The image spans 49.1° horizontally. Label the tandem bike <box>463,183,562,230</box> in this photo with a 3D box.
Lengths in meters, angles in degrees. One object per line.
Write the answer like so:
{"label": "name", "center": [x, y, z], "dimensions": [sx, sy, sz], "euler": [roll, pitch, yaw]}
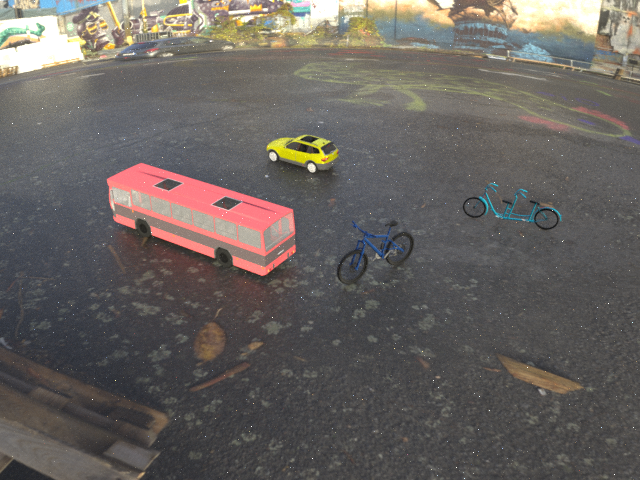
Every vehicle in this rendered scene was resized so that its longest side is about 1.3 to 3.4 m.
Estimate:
{"label": "tandem bike", "center": [3.262, -0.573, 11.888], "dimensions": [1.642, 0.682, 0.283], "euler": [10, 32, 17]}

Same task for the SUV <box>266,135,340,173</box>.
{"label": "SUV", "center": [-0.361, -1.820, 14.125], "dimensions": [1.572, 0.580, 0.656], "euler": [19, 35, 30]}

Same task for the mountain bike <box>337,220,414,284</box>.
{"label": "mountain bike", "center": [0.854, 0.134, 10.492], "dimensions": [1.469, 0.868, 0.573], "euler": [-19, 35, -30]}

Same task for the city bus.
{"label": "city bus", "center": [-1.958, -0.353, 11.299], "dimensions": [3.255, 0.894, 0.926], "euler": [18, 35, 28]}
